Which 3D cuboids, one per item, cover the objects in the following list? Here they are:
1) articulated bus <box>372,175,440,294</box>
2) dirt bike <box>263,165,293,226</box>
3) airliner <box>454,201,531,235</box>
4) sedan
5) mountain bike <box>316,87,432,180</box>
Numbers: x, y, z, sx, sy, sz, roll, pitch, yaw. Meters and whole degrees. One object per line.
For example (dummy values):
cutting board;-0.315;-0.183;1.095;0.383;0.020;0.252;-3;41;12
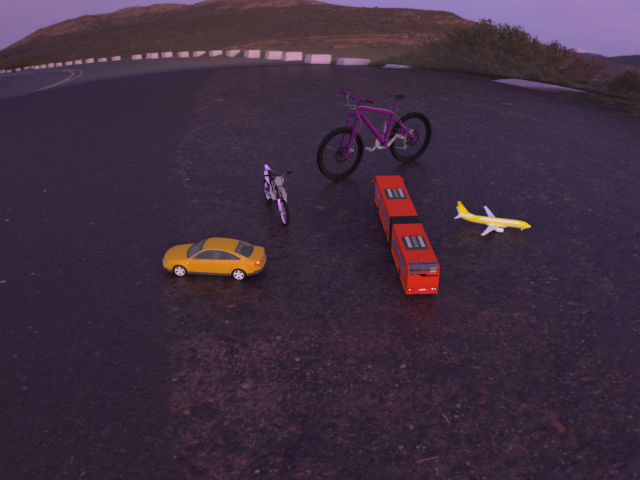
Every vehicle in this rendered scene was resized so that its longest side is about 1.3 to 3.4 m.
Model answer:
articulated bus;1.373;-0.192;11.598;0.605;0.561;3.401;-2;28;-3
dirt bike;-0.785;-0.866;12.546;0.527;0.857;1.493;-9;30;-17
airliner;3.005;-0.414;12.152;1.307;0.429;1.161;7;29;12
sedan;-1.647;0.245;10.861;1.613;0.483;0.635;3;28;6
mountain bike;1.154;-2.198;14.158;2.857;1.688;1.114;-17;32;-28
